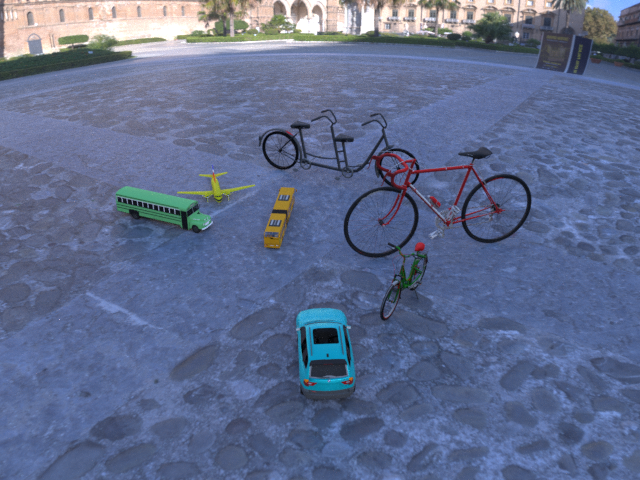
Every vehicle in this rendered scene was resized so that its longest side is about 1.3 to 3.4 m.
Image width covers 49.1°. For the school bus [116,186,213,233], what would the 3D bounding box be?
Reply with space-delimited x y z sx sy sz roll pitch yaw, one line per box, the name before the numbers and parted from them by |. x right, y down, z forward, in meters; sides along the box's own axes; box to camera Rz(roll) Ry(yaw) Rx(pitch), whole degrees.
school bus | -2.564 -0.511 11.515 1.708 0.434 0.365 12 31 21

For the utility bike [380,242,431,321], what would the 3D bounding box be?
utility bike | 1.195 0.442 9.252 0.535 0.946 1.435 16 33 27

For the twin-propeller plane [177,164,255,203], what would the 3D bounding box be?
twin-propeller plane | -1.841 -0.971 12.380 1.370 0.407 1.095 -6 29 -12

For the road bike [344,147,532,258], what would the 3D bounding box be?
road bike | 1.800 -0.577 10.368 3.004 1.656 0.697 -7 30 -12

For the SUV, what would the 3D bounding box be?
SUV | 0.052 1.233 8.193 0.656 0.580 1.572 -2 29 -3

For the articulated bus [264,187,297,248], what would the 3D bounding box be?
articulated bus | -0.644 -0.392 11.450 0.311 0.289 1.749 3 29 5

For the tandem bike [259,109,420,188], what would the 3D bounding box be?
tandem bike | 0.295 -1.736 12.818 3.192 1.326 0.550 11 31 20
